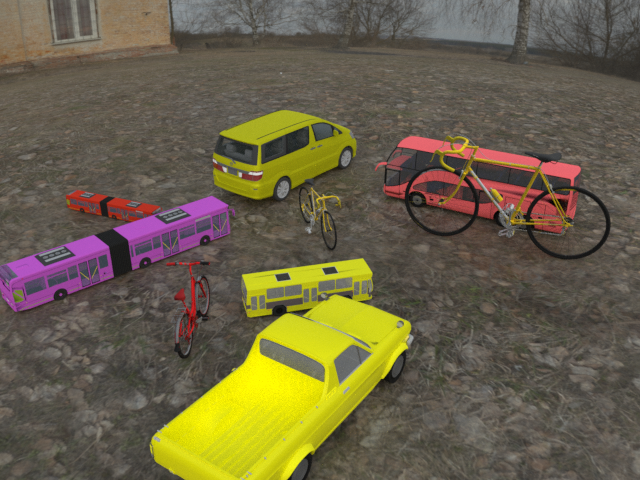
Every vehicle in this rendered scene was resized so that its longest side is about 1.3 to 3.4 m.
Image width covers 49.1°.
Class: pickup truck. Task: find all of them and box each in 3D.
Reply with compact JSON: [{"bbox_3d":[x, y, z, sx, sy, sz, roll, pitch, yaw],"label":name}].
[{"bbox_3d":[-0.233,1.427,7.135,1.244,0.993,3.117,18,33,30],"label":"pickup truck"}]

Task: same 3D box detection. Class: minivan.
[{"bbox_3d":[-0.546,-1.685,12.685,1.324,1.197,3.011,21,34,33],"label":"minivan"}]

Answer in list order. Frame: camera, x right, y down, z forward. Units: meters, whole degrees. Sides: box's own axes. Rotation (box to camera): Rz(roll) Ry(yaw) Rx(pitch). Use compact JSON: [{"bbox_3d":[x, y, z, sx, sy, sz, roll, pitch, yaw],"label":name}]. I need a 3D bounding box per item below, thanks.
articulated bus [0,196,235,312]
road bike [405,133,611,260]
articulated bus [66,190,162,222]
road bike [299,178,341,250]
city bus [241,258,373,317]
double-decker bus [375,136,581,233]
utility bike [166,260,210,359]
[{"bbox_3d":[-2.777,0.125,10.001,3.401,0.561,0.605,-23,36,-36],"label":"articulated bus"},{"bbox_3d":[2.698,-0.630,10.247,3.004,1.656,0.697,12,30,20],"label":"road bike"},{"bbox_3d":[-3.389,-0.529,11.500,1.749,0.289,0.311,11,30,20],"label":"articulated bus"},{"bbox_3d":[-0.049,-0.463,10.784,0.358,0.852,1.545,-11,30,-19],"label":"road bike"},{"bbox_3d":[-0.165,0.638,9.157,1.674,0.460,0.476,-7,29,-13],"label":"city bus"},{"bbox_3d":[2.529,-0.951,11.478,3.251,1.052,0.756,15,32,26],"label":"double-decker bus"},{"bbox_3d":[-1.599,0.750,8.439,0.535,0.946,1.435,3,28,5],"label":"utility bike"}]
